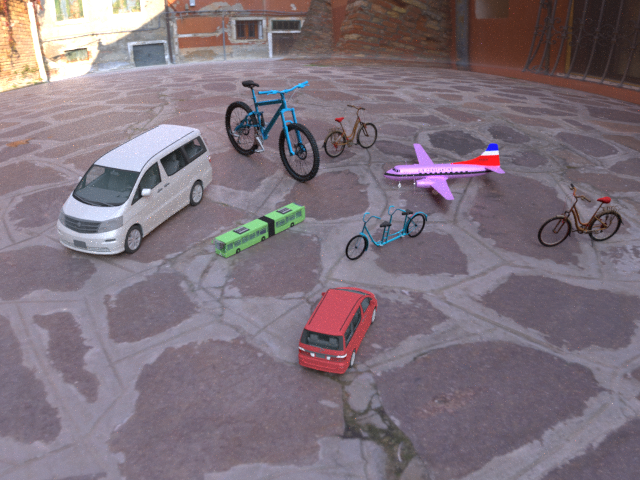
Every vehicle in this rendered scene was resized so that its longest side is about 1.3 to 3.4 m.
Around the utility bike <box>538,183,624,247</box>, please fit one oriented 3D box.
[{"bbox_3d":[3.981,-0.326,10.486,1.435,0.946,0.535,-6,28,-11],"label":"utility bike"}]

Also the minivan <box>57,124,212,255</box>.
[{"bbox_3d":[-2.921,-0.868,11.245,1.324,1.197,3.011,11,30,19],"label":"minivan"}]

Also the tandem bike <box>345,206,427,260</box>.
[{"bbox_3d":[1.026,-0.185,10.500,1.642,0.682,0.283,-19,33,-32],"label":"tandem bike"}]

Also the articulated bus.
[{"bbox_3d":[-0.912,-0.174,10.902,0.311,0.289,1.749,23,35,36],"label":"articulated bus"}]

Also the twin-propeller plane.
[{"bbox_3d":[2.197,-1.332,12.561,2.129,0.792,2.663,-2,28,-4],"label":"twin-propeller plane"}]

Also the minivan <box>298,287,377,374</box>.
[{"bbox_3d":[0.249,0.956,8.405,0.681,0.616,1.548,9,29,17],"label":"minivan"}]

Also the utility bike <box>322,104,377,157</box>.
[{"bbox_3d":[0.580,-2.217,14.078,1.435,0.946,0.535,-19,33,-32],"label":"utility bike"}]

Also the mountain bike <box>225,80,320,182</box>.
[{"bbox_3d":[-0.971,-2.166,13.184,1.114,1.688,2.857,-22,35,-35],"label":"mountain bike"}]
